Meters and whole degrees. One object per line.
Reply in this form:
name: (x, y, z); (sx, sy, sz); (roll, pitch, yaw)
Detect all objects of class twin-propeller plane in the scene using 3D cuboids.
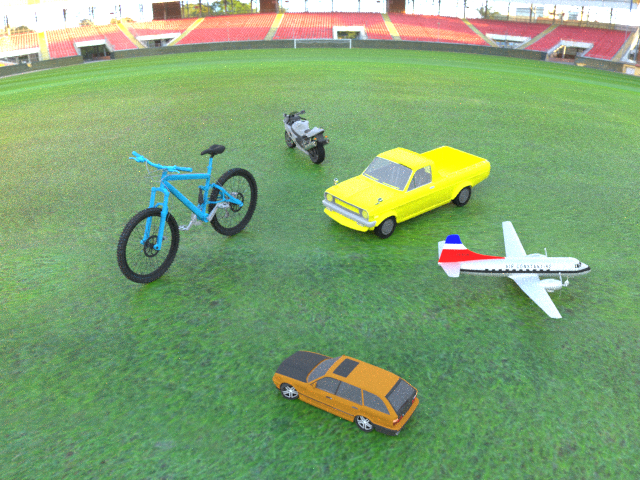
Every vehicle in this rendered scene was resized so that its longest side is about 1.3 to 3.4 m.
twin-propeller plane: (2.694, 0.280, 9.643); (2.129, 0.792, 2.663); (0, 28, 0)

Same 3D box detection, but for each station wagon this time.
station wagon: (0.248, 1.551, 7.560); (1.597, 0.473, 0.682); (16, 32, 28)

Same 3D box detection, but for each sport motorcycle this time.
sport motorcycle: (-0.322, -2.092, 14.140); (0.506, 0.821, 1.520); (-16, 31, -27)

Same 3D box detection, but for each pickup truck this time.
pickup truck: (1.524, -0.997, 11.864); (3.117, 0.993, 1.244); (-22, 35, -35)

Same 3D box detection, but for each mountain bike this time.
mountain bike: (-1.866, -0.527, 10.217); (1.114, 1.688, 2.857); (18, 33, 30)
